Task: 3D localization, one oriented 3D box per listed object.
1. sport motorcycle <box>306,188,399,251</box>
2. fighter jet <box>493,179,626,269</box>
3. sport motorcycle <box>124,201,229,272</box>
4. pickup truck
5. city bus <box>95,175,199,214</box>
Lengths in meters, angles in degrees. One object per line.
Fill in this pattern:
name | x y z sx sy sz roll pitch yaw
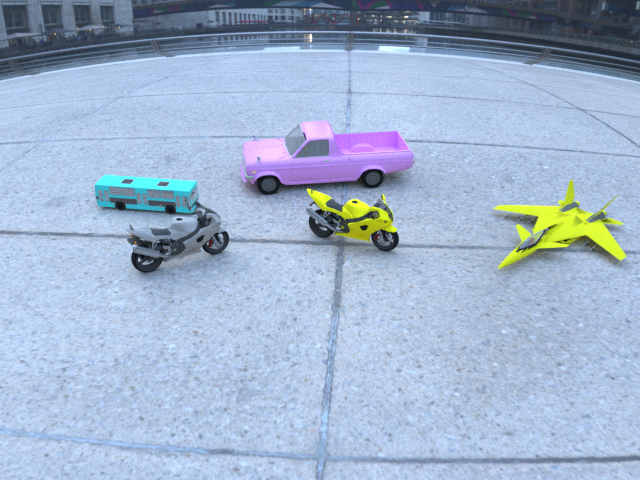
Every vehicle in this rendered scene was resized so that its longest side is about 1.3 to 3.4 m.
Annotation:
sport motorcycle | 0.493 -0.315 10.694 1.520 0.821 0.506 13 32 21
fighter jet | 3.530 -0.189 10.740 2.640 0.557 2.229 -25 38 -36
sport motorcycle | -2.049 -0.026 10.193 1.520 0.821 0.506 -15 33 -24
pickup truck | 0.101 -1.586 12.723 3.117 0.993 1.244 -4 30 -7
city bus | -2.914 -0.760 11.825 1.674 0.460 0.476 5 30 8
